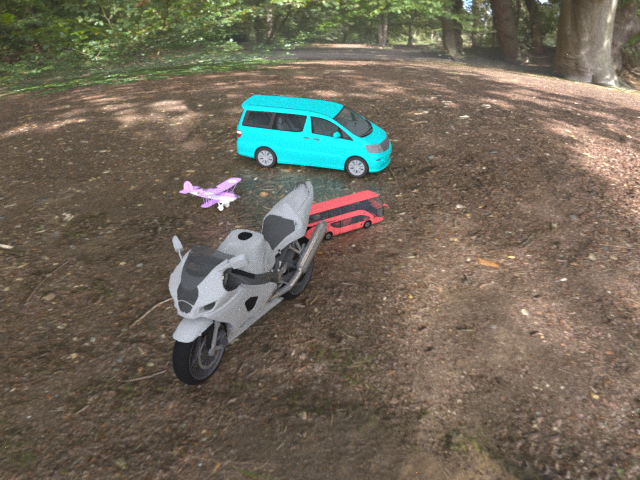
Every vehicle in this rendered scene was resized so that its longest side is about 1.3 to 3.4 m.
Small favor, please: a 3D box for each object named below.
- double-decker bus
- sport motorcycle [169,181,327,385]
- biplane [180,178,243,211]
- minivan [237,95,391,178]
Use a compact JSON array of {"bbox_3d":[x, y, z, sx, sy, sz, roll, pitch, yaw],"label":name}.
[{"bbox_3d":[0.317,-0.381,11.191,1.672,0.541,0.389,-17,32,-28],"label":"double-decker bus"},{"bbox_3d":[-0.843,0.445,8.498,0.983,1.596,2.955,14,31,25],"label":"sport motorcycle"},{"bbox_3d":[-1.847,-0.802,12.026,1.090,0.504,1.336,9,29,17],"label":"biplane"},{"bbox_3d":[-0.097,-2.078,13.698,3.011,1.197,1.324,8,29,14],"label":"minivan"}]
